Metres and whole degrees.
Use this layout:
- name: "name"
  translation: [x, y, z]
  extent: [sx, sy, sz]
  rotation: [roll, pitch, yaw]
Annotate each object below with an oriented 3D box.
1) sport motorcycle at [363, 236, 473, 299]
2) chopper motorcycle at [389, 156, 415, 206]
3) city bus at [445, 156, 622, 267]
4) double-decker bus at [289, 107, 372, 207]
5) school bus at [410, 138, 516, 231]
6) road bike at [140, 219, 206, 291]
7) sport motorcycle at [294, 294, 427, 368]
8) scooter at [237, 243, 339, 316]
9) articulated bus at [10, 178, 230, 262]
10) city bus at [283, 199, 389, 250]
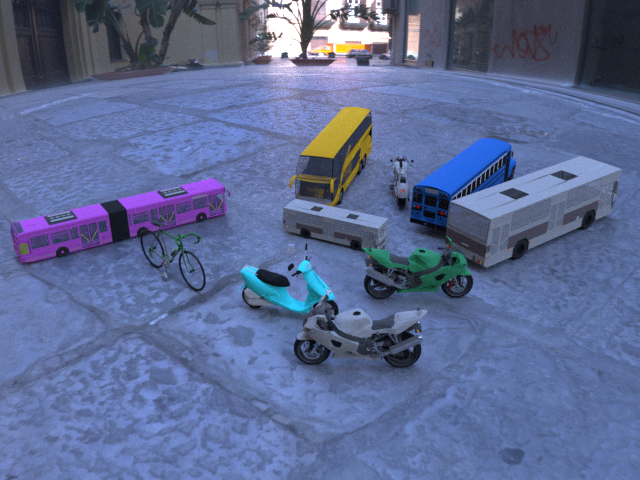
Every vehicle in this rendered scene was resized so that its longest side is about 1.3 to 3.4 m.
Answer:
- name: "sport motorcycle"
  translation: [1.321, 0.419, 9.415]
  extent: [1.520, 0.821, 0.506]
  rotation: [0, 27, -1]
- name: "chopper motorcycle"
  translation: [1.453, -1.175, 12.597]
  extent: [0.466, 0.761, 1.563]
  rotation: [1, 27, 2]
- name: "city bus"
  translation: [3.425, -0.472, 11.077]
  extent: [3.255, 0.894, 0.926]
  rotation: [-19, 33, -32]
- name: "double-decker bus"
  translation: [0.305, -1.527, 12.966]
  extent: [0.756, 1.052, 3.251]
  rotation: [8, 28, 15]
- name: "school bus"
  translation: [2.634, -1.070, 12.301]
  extent: [0.709, 0.844, 3.322]
  rotation: [17, 31, 29]
- name: "road bike"
  translation: [-2.106, 0.165, 9.879]
  extent: [1.545, 0.852, 0.358]
  rotation: [24, 35, 38]
- name: "sport motorcycle"
  translation: [0.451, 1.104, 8.076]
  extent: [1.520, 0.821, 0.506]
  rotation: [1, 27, 2]
- name: "scooter"
  translation: [-0.426, 0.560, 9.033]
  extent: [1.399, 0.919, 0.662]
  rotation: [9, 28, 16]
- name: "articulated bus"
  translation: [-3.095, -0.352, 11.208]
  extent: [3.401, 0.561, 0.605]
  rotation: [-16, 31, -29]
- name: "city bus"
  translation: [0.235, -0.222, 11.065]
  extent: [1.674, 0.460, 0.476]
  rotation: [13, 30, 24]
